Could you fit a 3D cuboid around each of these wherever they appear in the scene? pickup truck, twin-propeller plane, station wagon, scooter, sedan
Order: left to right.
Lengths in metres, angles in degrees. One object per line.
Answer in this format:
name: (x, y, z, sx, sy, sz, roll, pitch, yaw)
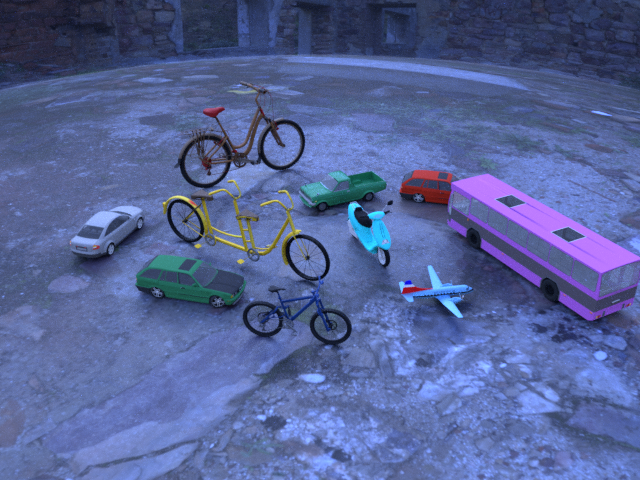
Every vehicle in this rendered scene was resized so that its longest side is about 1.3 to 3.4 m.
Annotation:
sedan: (-3.505, -0.223, 11.629, 0.635, 0.483, 1.613, 9, 31, 15)
station wagon: (-1.882, 0.564, 10.243, 1.597, 0.473, 0.682, 8, 30, 13)
pickup truck: (0.424, -0.982, 12.946, 1.603, 0.511, 0.640, -13, 32, -22)
scooter: (0.782, -0.236, 11.208, 0.662, 0.919, 1.399, -12, 32, -20)
twin-propeller plane: (1.698, 0.706, 10.058, 1.095, 0.407, 1.370, -5, 30, -9)
station wagon: (2.296, -0.974, 12.970, 1.597, 0.473, 0.682, 8, 30, 14)

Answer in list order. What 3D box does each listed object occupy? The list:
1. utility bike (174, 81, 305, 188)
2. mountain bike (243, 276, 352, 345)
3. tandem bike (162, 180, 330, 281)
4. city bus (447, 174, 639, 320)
utility bike: (-1.563, -2.075, 13.533, 2.791, 1.839, 1.039, -16, 33, -26)
mountain bike: (-0.309, 0.958, 9.143, 1.469, 0.868, 0.573, 5, 30, 9)
tandem bike: (-1.227, -0.270, 10.854, 3.192, 1.326, 0.550, 16, 33, 26)
city bus: (3.274, 0.036, 10.750, 0.926, 0.894, 3.255, -15, 33, -24)
